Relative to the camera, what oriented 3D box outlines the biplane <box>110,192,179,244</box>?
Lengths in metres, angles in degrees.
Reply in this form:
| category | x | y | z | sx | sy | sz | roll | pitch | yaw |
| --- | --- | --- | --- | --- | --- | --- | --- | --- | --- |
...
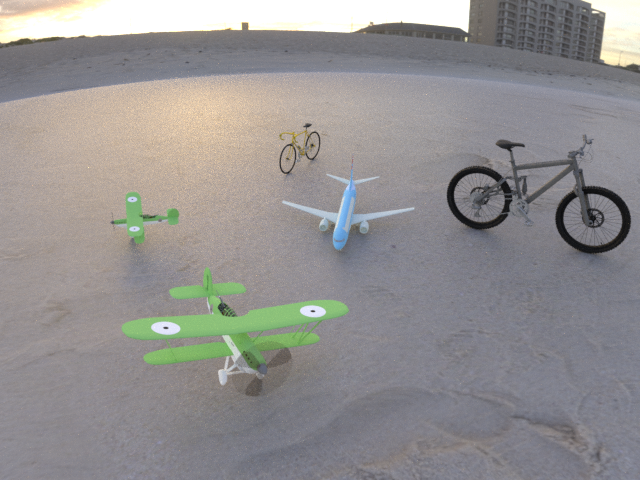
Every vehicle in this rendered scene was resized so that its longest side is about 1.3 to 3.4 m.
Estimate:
| category | x | y | z | sx | sy | sz | roll | pitch | yaw |
| --- | --- | --- | --- | --- | --- | --- | --- | --- | --- |
| biplane | -2.825 | -0.315 | 11.316 | 1.090 | 0.504 | 1.336 | -7 | 27 | -13 |

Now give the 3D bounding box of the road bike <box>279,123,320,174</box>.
| category | x | y | z | sx | sy | sz | roll | pitch | yaw |
| --- | --- | --- | --- | --- | --- | --- | --- | --- | --- |
| road bike | -0.391 | -1.894 | 14.131 | 0.358 | 0.852 | 1.545 | 15 | 30 | 27 |

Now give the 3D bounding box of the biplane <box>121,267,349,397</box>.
| category | x | y | z | sx | sy | sz | roll | pitch | yaw |
| --- | --- | --- | --- | --- | --- | --- | --- | --- | --- |
| biplane | -0.994 | 0.987 | 8.135 | 2.598 | 0.981 | 2.120 | -12 | 29 | -23 |

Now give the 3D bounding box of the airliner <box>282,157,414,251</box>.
| category | x | y | z | sx | sy | sz | roll | pitch | yaw |
| --- | --- | --- | --- | --- | --- | --- | --- | --- | --- |
| airliner | 0.435 | -0.635 | 11.592 | 2.257 | 0.835 | 2.541 | 3 | 26 | 7 |

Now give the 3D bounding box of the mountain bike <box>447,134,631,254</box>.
| category | x | y | z | sx | sy | sz | roll | pitch | yaw |
| --- | --- | --- | --- | --- | --- | --- | --- | --- | --- |
| mountain bike | 3.360 | -0.761 | 10.883 | 2.857 | 1.688 | 1.114 | 14 | 29 | 26 |
